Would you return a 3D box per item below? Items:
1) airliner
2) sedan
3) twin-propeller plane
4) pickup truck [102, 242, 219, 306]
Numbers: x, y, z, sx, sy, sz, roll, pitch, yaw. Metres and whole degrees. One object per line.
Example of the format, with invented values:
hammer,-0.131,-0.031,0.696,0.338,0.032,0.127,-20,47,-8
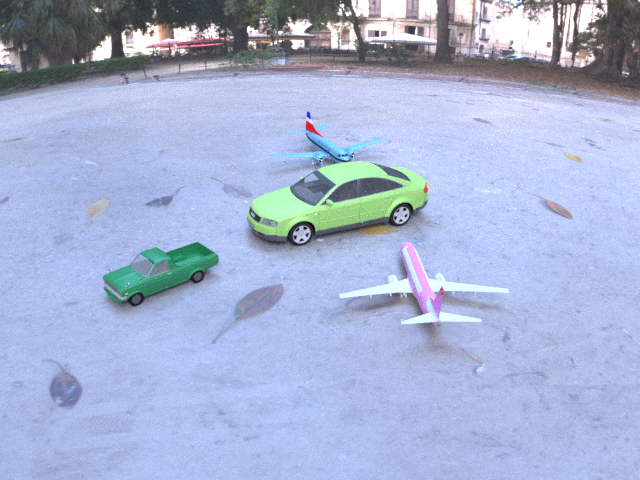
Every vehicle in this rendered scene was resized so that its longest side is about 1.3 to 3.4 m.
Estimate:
airliner,1.367,0.415,9.440,2.257,0.835,2.541,-2,26,-3
sedan,0.316,-0.721,11.621,3.137,0.940,1.235,-11,28,-22
twin-propeller plane,0.122,-2.041,14.461,2.663,0.792,2.129,-11,28,-22
pickup truck,-2.226,0.396,9.844,1.603,0.511,0.640,-21,33,-36
